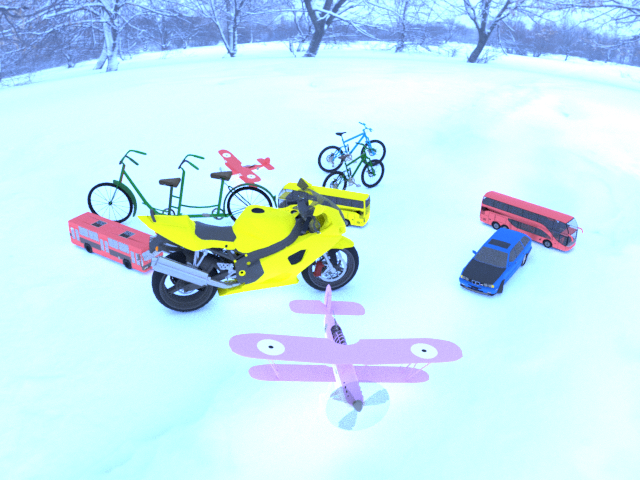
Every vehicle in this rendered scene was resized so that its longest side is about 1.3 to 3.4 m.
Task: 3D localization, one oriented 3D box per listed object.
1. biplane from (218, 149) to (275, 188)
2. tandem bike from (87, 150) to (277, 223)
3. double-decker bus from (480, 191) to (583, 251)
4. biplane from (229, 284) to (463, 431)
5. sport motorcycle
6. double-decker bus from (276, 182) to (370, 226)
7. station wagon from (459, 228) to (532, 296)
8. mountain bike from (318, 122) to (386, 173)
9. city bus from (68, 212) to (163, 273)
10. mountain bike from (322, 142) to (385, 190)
[{"bbox_3d":[-1.388,-1.322,13.294,1.090,0.504,1.336,-20,34,-32],"label":"biplane"},{"bbox_3d":[-2.297,-0.809,11.502,3.192,1.326,0.550,2,29,3],"label":"tandem bike"},{"bbox_3d":[3.408,-0.310,11.408,1.672,0.541,0.389,24,37,36],"label":"double-decker bus"},{"bbox_3d":[0.270,1.270,8.065,2.598,0.981,2.120,-5,29,-8],"label":"biplane"},{"bbox_3d":[-0.879,0.139,9.490,2.955,1.596,0.983,-7,29,-12],"label":"sport motorcycle"},{"bbox_3d":[0.033,-0.619,11.973,1.672,0.541,0.389,10,30,18],"label":"double-decker bus"},{"bbox_3d":[2.630,0.270,10.420,0.682,0.473,1.597,18,33,29],"label":"station wagon"},{"bbox_3d":[0.643,-1.796,13.781,1.469,0.868,0.573,-10,30,-18],"label":"mountain bike"},{"bbox_3d":[-3.177,0.037,10.859,1.674,0.460,0.476,18,33,29],"label":"city bus"},{"bbox_3d":[0.628,-1.245,12.775,1.469,0.868,0.573,-20,35,-32],"label":"mountain bike"}]
